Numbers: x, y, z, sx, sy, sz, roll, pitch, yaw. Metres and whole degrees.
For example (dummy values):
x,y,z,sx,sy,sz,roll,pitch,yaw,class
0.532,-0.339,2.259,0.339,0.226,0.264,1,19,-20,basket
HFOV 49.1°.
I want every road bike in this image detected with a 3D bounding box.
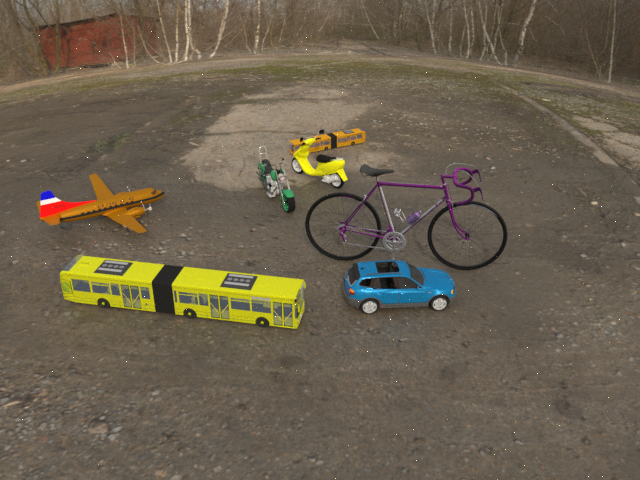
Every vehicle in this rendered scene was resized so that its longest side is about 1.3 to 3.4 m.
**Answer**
x,y,z,sx,sy,sz,roll,pitch,yaw,class
1.260,-0.340,10.342,3.004,1.656,0.696,4,29,8,road bike

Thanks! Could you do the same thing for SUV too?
x,y,z,sx,sy,sz,roll,pitch,yaw,class
1.108,0.605,9.752,1.572,0.580,0.656,-2,29,-4,SUV

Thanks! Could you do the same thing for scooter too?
x,y,z,sx,sy,sz,roll,pitch,yaw,class
-0.033,-1.543,13.253,1.399,0.919,0.662,24,37,36,scooter

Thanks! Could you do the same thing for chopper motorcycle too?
x,y,z,sx,sy,sz,roll,pitch,yaw,class
-0.796,-1.104,12.628,0.466,0.761,1.563,-12,31,-21,chopper motorcycle

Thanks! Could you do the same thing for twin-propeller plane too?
x,y,z,sx,sy,sz,roll,pitch,yaw,class
-3.637,-0.667,11.815,2.129,0.792,2.663,-17,33,-28,twin-propeller plane

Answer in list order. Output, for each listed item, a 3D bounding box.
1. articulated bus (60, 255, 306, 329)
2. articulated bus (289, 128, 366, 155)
x,y,z,sx,sy,sz,roll,pitch,yaw,class
-1.874,0.701,9.599,3.401,0.561,0.605,6,30,10,articulated bus
0.153,-2.091,14.882,1.749,0.289,0.311,-14,32,-23,articulated bus
